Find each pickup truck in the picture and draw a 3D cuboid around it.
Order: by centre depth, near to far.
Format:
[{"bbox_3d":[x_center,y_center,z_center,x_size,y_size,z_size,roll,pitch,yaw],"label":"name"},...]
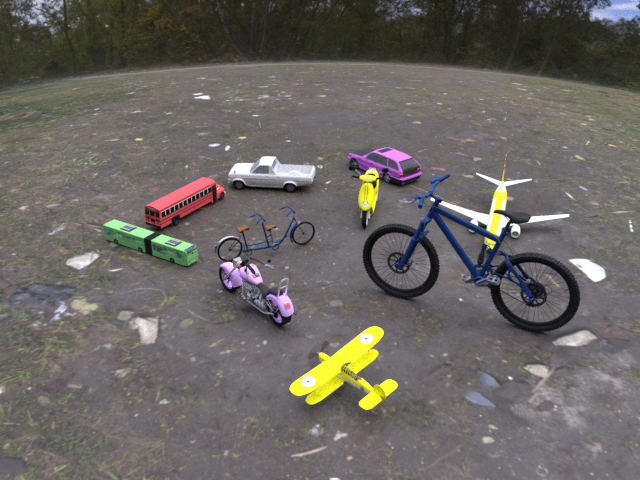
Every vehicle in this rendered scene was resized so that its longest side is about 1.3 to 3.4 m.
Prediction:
[{"bbox_3d":[-0.890,-1.247,12.976,1.603,0.511,0.640,3,28,7],"label":"pickup truck"}]

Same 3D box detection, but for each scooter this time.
[{"bbox_3d":[0.821,-0.861,11.794,0.662,0.919,1.399,4,28,8],"label":"scooter"}]

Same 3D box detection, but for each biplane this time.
[{"bbox_3d":[0.313,1.505,7.705,1.336,0.504,1.090,-23,35,-37],"label":"biplane"}]

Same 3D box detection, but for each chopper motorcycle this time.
[{"bbox_3d":[-0.875,0.562,9.235,0.466,0.761,1.563,-21,34,-34],"label":"chopper motorcycle"}]

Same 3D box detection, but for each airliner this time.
[{"bbox_3d":[2.895,-0.589,11.363,2.257,0.835,2.541,8,29,15],"label":"airliner"}]

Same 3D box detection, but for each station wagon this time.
[{"bbox_3d":[1.224,-1.527,13.554,0.682,0.473,1.597,-20,34,-34],"label":"station wagon"}]

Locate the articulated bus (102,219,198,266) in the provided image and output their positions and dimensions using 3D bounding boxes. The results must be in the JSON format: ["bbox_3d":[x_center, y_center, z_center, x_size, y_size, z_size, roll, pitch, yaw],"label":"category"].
[{"bbox_3d":[-2.626,0.033,10.761,1.749,0.289,0.311,16,31,28],"label":"articulated bus"}]

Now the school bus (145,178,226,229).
[{"bbox_3d":[-2.259,-0.670,11.952,0.365,0.434,1.708,16,32,28],"label":"school bus"}]

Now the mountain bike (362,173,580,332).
[{"bbox_3d":[1.873,0.204,8.919,2.857,1.688,1.114,13,30,24],"label":"mountain bike"}]

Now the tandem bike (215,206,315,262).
[{"bbox_3d":[-0.817,-0.100,10.591,1.642,0.682,0.283,-13,30,-23],"label":"tandem bike"}]
